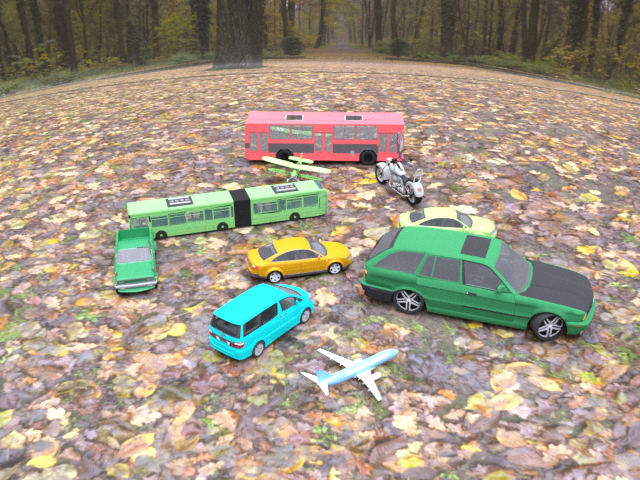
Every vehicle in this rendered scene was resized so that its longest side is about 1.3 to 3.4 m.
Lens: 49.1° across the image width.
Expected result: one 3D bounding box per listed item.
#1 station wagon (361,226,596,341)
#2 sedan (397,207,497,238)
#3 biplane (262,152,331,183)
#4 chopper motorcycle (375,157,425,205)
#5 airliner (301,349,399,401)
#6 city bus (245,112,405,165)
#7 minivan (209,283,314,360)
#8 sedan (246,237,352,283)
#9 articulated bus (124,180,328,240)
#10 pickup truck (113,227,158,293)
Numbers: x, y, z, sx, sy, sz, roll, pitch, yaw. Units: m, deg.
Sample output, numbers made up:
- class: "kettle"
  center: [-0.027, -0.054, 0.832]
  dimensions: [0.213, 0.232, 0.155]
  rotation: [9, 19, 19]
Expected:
- class: "station wagon"
  center: [2.166, 0.487, 9.606]
  dimensions: [3.105, 0.920, 1.327]
  rotation: [10, 29, 18]
- class: "sedan"
  center: [2.084, -0.252, 11.480]
  dimensions: [1.613, 0.483, 0.635]
  rotation: [1, 28, 3]
- class: "biplane"
  center: [-0.425, -1.390, 13.618]
  dimensions: [1.336, 0.504, 1.090]
  rotation: [4, 28, 8]
- class: "chopper motorcycle"
  center: [1.456, -1.202, 12.985]
  dimensions: [0.466, 0.761, 1.563]
  rotation: [-12, 30, -22]
- class: "airliner"
  center: [0.449, 1.451, 8.303]
  dimensions: [1.307, 0.429, 1.161]
  rotation: [-19, 33, -32]
- class: "city bus"
  center: [0.099, -2.117, 14.579]
  dimensions: [3.255, 0.894, 0.926]
  rotation: [1, 28, 1]
- class: "minivan"
  center: [-0.721, 0.943, 9.068]
  dimensions: [0.681, 0.616, 1.548]
  rotation: [20, 34, 32]
- class: "sedan"
  center: [-0.304, 0.236, 10.552]
  dimensions: [1.613, 0.483, 0.635]
  rotation: [-7, 29, -14]
- class: "articulated bus"
  center: [-1.554, -0.522, 11.909]
  dimensions: [3.401, 0.561, 0.605]
  rotation: [-8, 29, -16]
- class: "pickup truck"
  center: [-2.785, 0.231, 10.533]
  dimensions: [0.640, 0.511, 1.603]
  rotation: [-6, 28, -12]
